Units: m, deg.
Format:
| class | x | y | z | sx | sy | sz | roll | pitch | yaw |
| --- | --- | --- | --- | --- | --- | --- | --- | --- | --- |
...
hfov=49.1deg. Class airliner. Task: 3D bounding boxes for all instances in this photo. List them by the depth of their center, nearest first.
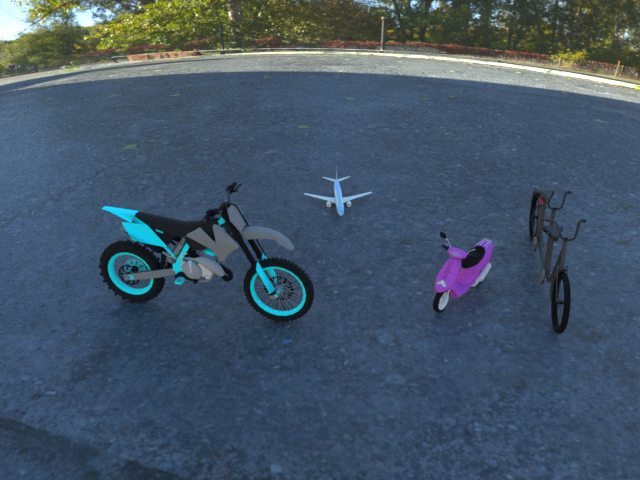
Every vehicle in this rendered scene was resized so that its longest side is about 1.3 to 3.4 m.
| class | x | y | z | sx | sy | sz | roll | pitch | yaw |
| --- | --- | --- | --- | --- | --- | --- | --- | --- | --- |
| airliner | 0.317 | -0.823 | 11.899 | 1.161 | 0.429 | 1.307 | -1 | 29 | -2 |

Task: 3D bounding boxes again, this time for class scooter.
| class | x | y | z | sx | sy | sz | roll | pitch | yaw |
| --- | --- | --- | --- | --- | --- | --- | --- | --- | --- |
| scooter | 1.923 | 0.334 | 9.304 | 0.662 | 0.919 | 1.399 | 23 | 36 | 35 |

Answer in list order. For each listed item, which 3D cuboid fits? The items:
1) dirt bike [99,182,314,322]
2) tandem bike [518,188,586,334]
| class | x | y | z | sx | sy | sz | roll | pitch | yaw |
| --- | --- | --- | --- | --- | --- | --- | --- | --- | --- |
| dirt bike | -1.483 | 0.191 | 8.790 | 2.903 | 1.666 | 1.024 | 7 | 30 | 12 |
| tandem bike | 3.140 | -0.039 | 9.558 | 0.550 | 1.326 | 3.192 | 4 | 29 | 7 |
